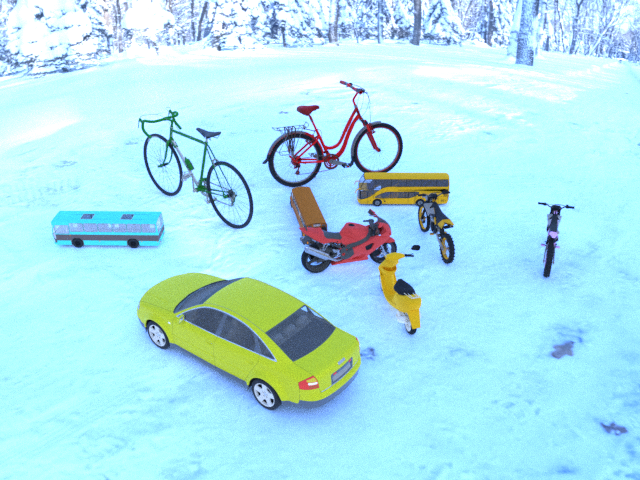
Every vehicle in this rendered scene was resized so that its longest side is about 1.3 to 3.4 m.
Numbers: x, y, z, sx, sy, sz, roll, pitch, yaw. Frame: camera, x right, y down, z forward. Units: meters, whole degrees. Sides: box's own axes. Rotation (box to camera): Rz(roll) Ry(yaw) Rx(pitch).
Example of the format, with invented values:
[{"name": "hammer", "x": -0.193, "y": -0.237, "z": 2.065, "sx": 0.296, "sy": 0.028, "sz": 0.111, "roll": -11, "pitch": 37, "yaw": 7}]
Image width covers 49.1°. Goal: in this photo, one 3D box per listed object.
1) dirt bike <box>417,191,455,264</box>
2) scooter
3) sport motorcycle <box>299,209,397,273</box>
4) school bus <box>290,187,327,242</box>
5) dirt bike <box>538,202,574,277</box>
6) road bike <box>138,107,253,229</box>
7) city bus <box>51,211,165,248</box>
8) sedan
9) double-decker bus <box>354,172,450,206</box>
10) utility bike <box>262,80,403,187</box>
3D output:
[{"name": "dirt bike", "x": 1.809, "y": -0.286, "z": 10.949, "sx": 0.527, "sy": 0.857, "sz": 1.493, "roll": -6, "pitch": 29, "yaw": -11}, {"name": "scooter", "x": 1.051, "y": 0.578, "z": 9.313, "sx": 0.662, "sy": 0.919, "sz": 1.399, "roll": -7, "pitch": 30, "yaw": -12}, {"name": "sport motorcycle", "x": 0.429, "y": 0.052, "z": 10.372, "sx": 1.520, "sy": 0.821, "sz": 0.506, "roll": -7, "pitch": 30, "yaw": -13}, {"name": "school bus", "x": -0.215, "y": -0.465, "z": 11.715, "sx": 0.365, "sy": 0.434, "sz": 1.708, "roll": -6, "pitch": 29, "yaw": -10}, {"name": "dirt bike", "x": 3.503, "y": -0.089, "z": 10.592, "sx": 0.527, "sy": 0.857, "sz": 1.493, "roll": 9, "pitch": 30, "yaw": 16}, {"name": "road bike", "x": -2.151, "y": -1.252, "z": 11.879, "sx": 3.004, "sy": 1.656, "sz": 0.697, "roll": 25, "pitch": 37, "yaw": 37}, {"name": "city bus", "x": -3.359, "y": -0.168, "z": 11.148, "sx": 1.674, "sy": 0.460, "sz": 0.476, "roll": 1, "pitch": 29, "yaw": 1}, {"name": "sedan", "x": -0.963, "y": 1.010, "z": 8.505, "sx": 3.137, "sy": 0.940, "sz": 1.235, "roll": 20, "pitch": 35, "yaw": 32}, {"name": "double-decker bus", "x": 1.447, "y": -0.908, "z": 12.410, "sx": 1.672, "sy": 0.541, "sz": 0.389, "roll": 0, "pitch": 29, "yaw": 0}, {"name": "utility bike", "x": 0.242, "y": -1.990, "z": 13.032, "sx": 2.791, "sy": 1.839, "sz": 1.039, "roll": -9, "pitch": 30, "yaw": -16}]
